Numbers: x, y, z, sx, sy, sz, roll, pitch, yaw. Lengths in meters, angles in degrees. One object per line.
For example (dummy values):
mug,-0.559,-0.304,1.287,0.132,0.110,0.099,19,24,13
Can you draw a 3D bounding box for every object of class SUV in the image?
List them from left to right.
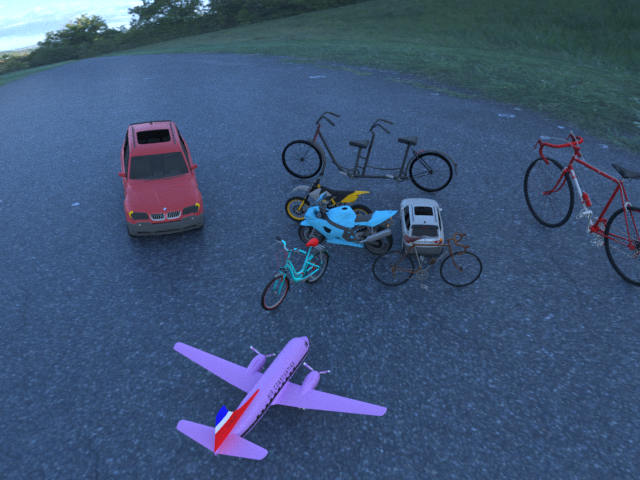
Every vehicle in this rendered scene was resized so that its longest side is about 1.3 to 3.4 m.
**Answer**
SUV,-2.748,-1.130,11.913,1.276,1.128,3.058,-8,32,-13
SUV,1.604,-0.305,11.056,0.656,0.580,1.572,2,31,3

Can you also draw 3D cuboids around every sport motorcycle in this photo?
sport motorcycle,0.401,-0.206,10.653,1.520,0.821,0.506,7,31,12

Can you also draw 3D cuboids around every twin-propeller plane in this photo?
twin-propeller plane,-0.595,1.569,7.685,2.663,0.792,2.129,13,33,21

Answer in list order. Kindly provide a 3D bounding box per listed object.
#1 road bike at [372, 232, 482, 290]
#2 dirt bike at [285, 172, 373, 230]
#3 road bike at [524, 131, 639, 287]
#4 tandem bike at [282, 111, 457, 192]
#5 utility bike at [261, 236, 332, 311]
road bike,1.506,0.297,9.775,1.545,0.852,0.358,1,31,1
dirt bike,0.142,-0.595,11.275,1.493,0.857,0.527,8,31,13
road bike,4.047,-0.547,10.409,0.697,1.656,3.004,-13,33,-21
tandem bike,0.849,-1.562,12.449,3.192,1.326,0.550,7,31,11
utility bike,-0.268,0.376,9.549,0.535,0.946,1.435,23,38,34
